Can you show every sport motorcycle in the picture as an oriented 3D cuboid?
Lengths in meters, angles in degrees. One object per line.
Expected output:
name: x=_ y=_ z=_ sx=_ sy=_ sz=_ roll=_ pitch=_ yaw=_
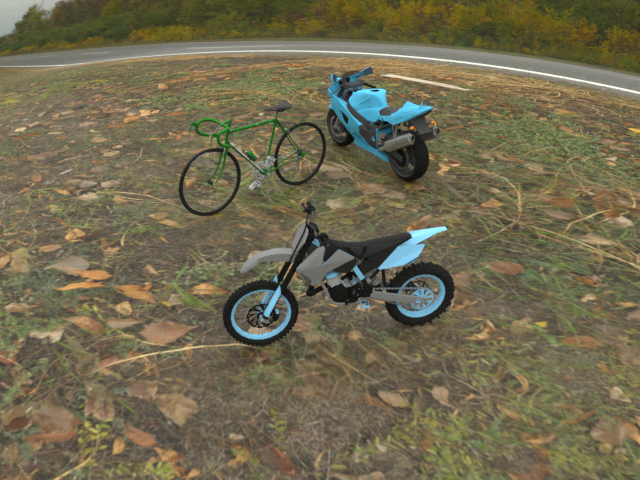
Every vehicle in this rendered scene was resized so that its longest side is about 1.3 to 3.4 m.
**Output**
sport motorcycle: x=1.036 y=-2.203 z=13.092 sx=0.983 sy=1.596 sz=2.955 roll=-19 pitch=35 yaw=-30

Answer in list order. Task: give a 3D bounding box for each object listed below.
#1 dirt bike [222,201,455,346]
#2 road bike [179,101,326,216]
dirt bike: x=0.271 y=0.462 z=8.349 sx=2.903 sy=1.666 sz=1.024 roll=-6 pitch=30 yaw=-11
road bike: x=-1.053 y=-1.435 z=11.685 sx=3.004 sy=1.656 sz=0.696 roll=-22 pitch=37 yaw=-34
